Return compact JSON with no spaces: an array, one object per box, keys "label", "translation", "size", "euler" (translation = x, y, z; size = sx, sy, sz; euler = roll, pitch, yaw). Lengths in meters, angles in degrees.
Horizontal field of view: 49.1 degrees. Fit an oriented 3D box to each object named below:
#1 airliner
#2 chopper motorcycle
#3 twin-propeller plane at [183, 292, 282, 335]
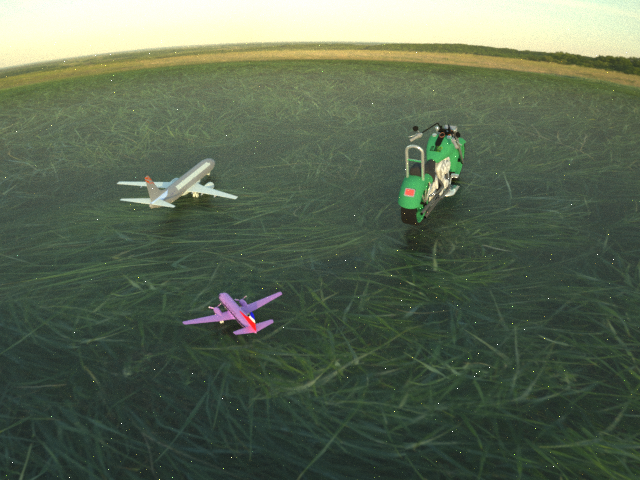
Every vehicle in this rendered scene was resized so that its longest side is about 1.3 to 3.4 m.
[{"label":"airliner","translation":[-2.394,-1.151,12.207],"size":[2.257,0.835,2.541],"euler":[8,29,15]},{"label":"chopper motorcycle","translation":[1.987,-1.329,11.854],"size":[0.906,1.480,3.040],"euler":[12,30,22]},{"label":"twin-propeller plane","translation":[-1.044,0.871,8.822],"size":[1.370,0.407,1.095],"euler":[-16,31,-27]}]
